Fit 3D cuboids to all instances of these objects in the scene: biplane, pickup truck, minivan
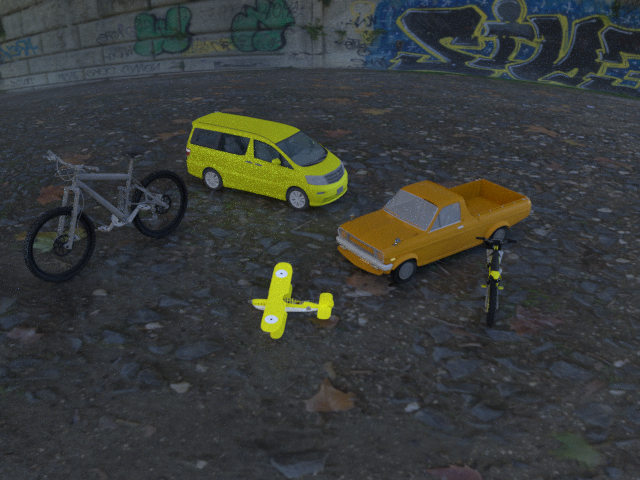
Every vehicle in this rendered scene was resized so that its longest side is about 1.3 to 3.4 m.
[{"bbox_3d":[-0.374,0.827,8.807,1.090,0.504,1.336,2,27,5],"label":"biplane"},{"bbox_3d":[1.769,-0.328,10.572,3.117,0.993,1.244,-17,31,-31],"label":"pickup truck"},{"bbox_3d":[-0.958,-1.472,12.631,3.011,1.197,1.324,14,30,26],"label":"minivan"}]

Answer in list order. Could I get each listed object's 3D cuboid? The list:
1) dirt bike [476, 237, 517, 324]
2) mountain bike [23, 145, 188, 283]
[{"bbox_3d":[2.272,0.433,9.202,0.527,0.857,1.493,6,27,11],"label":"dirt bike"},{"bbox_3d":[-3.044,-0.517,10.173,1.114,1.688,2.857,19,32,33],"label":"mountain bike"}]
